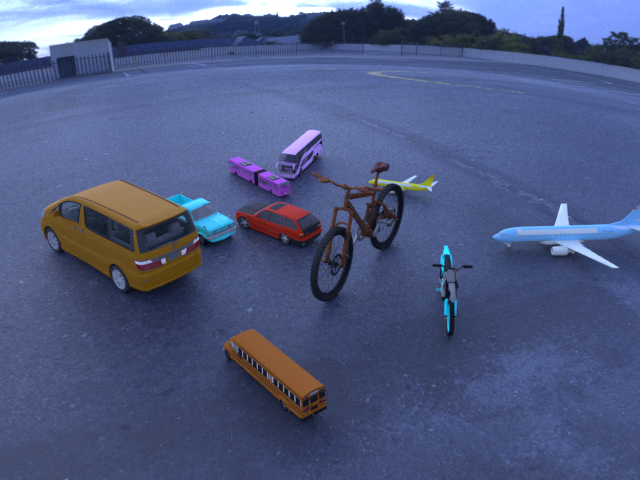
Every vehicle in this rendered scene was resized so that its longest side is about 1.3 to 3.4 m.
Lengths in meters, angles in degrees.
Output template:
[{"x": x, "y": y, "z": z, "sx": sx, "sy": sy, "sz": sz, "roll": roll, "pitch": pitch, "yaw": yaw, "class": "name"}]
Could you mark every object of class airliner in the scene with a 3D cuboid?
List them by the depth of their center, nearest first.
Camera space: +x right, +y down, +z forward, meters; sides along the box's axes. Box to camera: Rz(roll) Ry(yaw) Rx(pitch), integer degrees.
[{"x": 4.077, "y": -0.272, "z": 11.317, "sx": 2.541, "sy": 0.835, "sz": 2.257, "roll": -1, "pitch": 28, "yaw": -2, "class": "airliner"}, {"x": 1.552, "y": -1.124, "z": 13.359, "sx": 1.307, "sy": 0.429, "sz": 1.161, "roll": 10, "pitch": 30, "yaw": 19, "class": "airliner"}]

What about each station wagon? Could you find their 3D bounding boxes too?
[{"x": -0.734, "y": -0.372, "z": 11.894, "sx": 1.597, "sy": 0.473, "sz": 0.682, "roll": 20, "pitch": 34, "yaw": 33, "class": "station wagon"}]

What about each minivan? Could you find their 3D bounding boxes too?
[{"x": -3.189, "y": -0.229, "z": 10.850, "sx": 3.011, "sy": 1.197, "sz": 1.324, "roll": 23, "pitch": 35, "yaw": 36, "class": "minivan"}]

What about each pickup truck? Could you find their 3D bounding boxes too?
[{"x": -2.149, "y": -0.425, "z": 11.954, "sx": 1.603, "sy": 0.511, "sz": 0.640, "roll": 24, "pitch": 36, "yaw": 38, "class": "pickup truck"}]

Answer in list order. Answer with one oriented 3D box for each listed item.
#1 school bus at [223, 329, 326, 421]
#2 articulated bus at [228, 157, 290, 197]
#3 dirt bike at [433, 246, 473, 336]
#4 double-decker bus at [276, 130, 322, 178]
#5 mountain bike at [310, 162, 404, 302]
[{"x": -0.591, "y": 1.530, "z": 8.345, "sx": 0.365, "sy": 0.434, "sz": 1.708, "roll": -21, "pitch": 34, "yaw": -34, "class": "school bus"}, {"x": -1.212, "y": -1.256, "z": 13.758, "sx": 0.311, "sy": 0.289, "sz": 1.749, "roll": -22, "pitch": 35, "yaw": -35, "class": "articulated bus"}, {"x": 1.766, "y": 0.627, "z": 9.599, "sx": 0.527, "sy": 0.857, "sz": 1.493, "roll": 2, "pitch": 28, "yaw": 4, "class": "dirt bike"}, {"x": -0.393, "y": -1.766, "z": 14.452, "sx": 0.389, "sy": 0.541, "sz": 1.672, "roll": 10, "pitch": 30, "yaw": 18, "class": "double-decker bus"}, {"x": 0.622, "y": -0.283, "z": 10.429, "sx": 1.114, "sy": 1.688, "sz": 2.857, "roll": 15, "pitch": 32, "yaw": 27, "class": "mountain bike"}]
